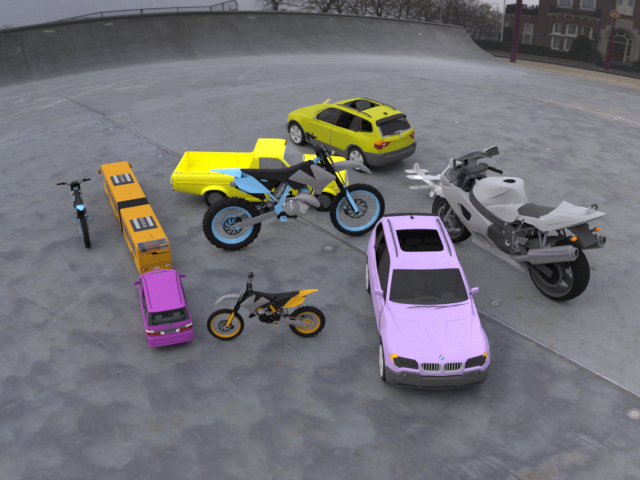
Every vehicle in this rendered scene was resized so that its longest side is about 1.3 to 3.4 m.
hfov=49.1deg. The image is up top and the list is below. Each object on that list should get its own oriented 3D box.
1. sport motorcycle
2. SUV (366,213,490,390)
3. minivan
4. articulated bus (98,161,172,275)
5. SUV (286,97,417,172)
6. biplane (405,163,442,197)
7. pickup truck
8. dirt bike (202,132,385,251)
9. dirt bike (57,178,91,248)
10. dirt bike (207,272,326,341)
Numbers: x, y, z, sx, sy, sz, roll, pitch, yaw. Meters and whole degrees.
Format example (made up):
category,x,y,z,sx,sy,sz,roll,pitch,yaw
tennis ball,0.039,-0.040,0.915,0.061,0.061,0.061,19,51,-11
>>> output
category,x,y,z,sx,sy,sz,roll,pitch,yaw
sport motorcycle,2.704,-0.289,10.104,0.983,1.596,2.955,-19,34,-30
SUV,1.281,0.641,8.892,1.276,1.128,3.058,-1,29,-1
minivan,-2.055,0.770,9.190,0.681,0.616,1.548,-8,30,-15
articulated bus,-3.064,-0.455,11.485,0.605,0.561,3.401,-12,31,-21
SUV,0.585,-2.339,14.335,1.276,1.128,3.058,-22,36,-35
biplane,2.029,-1.094,12.711,1.336,0.504,1.090,-15,32,-25
pickup truck,-1.026,-1.222,12.437,3.117,0.993,1.244,1,29,3
dirt bike,-0.377,-0.695,10.772,2.903,1.666,1.024,-6,29,-11
dirt bike,-3.872,-0.502,11.263,0.527,0.857,1.493,-11,31,-20
dirt bike,-0.675,0.884,8.731,1.493,0.857,0.527,-2,29,-4
